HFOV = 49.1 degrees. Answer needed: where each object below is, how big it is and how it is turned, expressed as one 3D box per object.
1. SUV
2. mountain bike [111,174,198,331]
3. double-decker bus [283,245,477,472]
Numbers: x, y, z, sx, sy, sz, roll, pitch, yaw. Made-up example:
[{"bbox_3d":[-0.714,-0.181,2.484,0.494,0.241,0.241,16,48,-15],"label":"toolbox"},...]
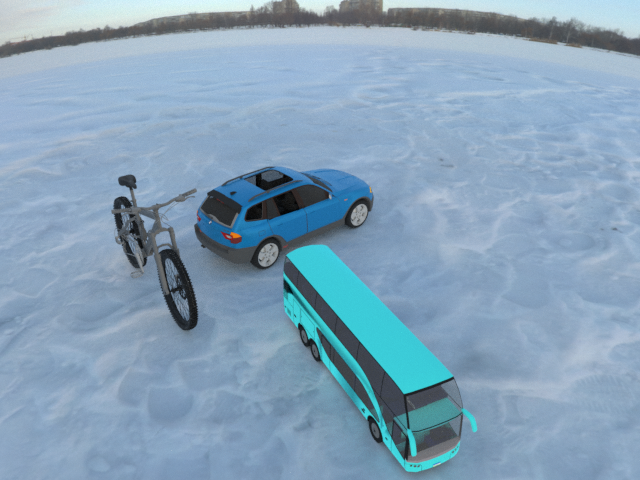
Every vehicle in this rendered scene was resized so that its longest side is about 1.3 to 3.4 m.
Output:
[{"bbox_3d":[-0.499,-0.577,11.063,3.058,1.128,1.276,-24,38,-35],"label":"SUV"},{"bbox_3d":[-2.326,0.007,9.508,1.114,1.688,2.857,-18,35,-28],"label":"mountain bike"},{"bbox_3d":[0.500,1.239,8.029,0.756,1.052,3.251,-14,33,-22],"label":"double-decker bus"}]
